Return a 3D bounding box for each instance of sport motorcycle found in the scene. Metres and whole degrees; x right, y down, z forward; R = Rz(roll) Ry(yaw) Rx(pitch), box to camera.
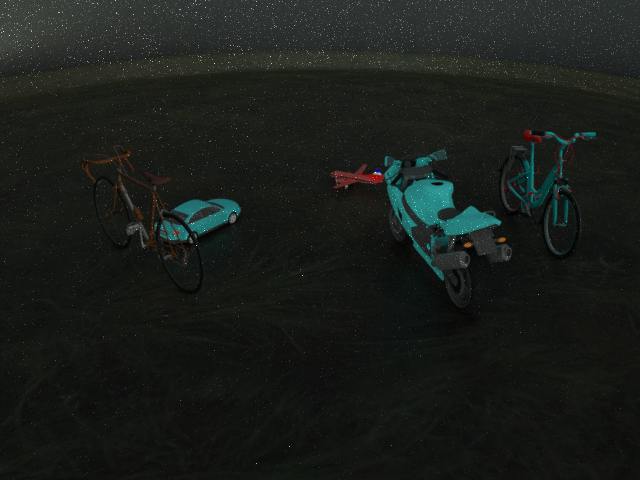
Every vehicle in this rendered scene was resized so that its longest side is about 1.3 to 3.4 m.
[{"bbox_3d":[1.622,-0.217,9.793,0.983,1.596,2.955,-8,28,-16],"label":"sport motorcycle"}]

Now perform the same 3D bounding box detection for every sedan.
[{"bbox_3d":[-1.963,-0.392,11.392,0.635,0.483,1.613,18,32,32],"label":"sedan"}]

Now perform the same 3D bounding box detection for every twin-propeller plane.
[{"bbox_3d":[0.666,-1.219,13.138,1.095,0.407,1.370,13,29,25],"label":"twin-propeller plane"}]

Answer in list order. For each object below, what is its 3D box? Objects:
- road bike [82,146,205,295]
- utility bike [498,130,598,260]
[{"bbox_3d":[-2.526,-0.332,9.957,0.696,1.656,3.004,-23,34,-38],"label":"road bike"},{"bbox_3d":[3.532,-0.963,11.019,1.039,1.839,2.791,-5,27,-9],"label":"utility bike"}]
